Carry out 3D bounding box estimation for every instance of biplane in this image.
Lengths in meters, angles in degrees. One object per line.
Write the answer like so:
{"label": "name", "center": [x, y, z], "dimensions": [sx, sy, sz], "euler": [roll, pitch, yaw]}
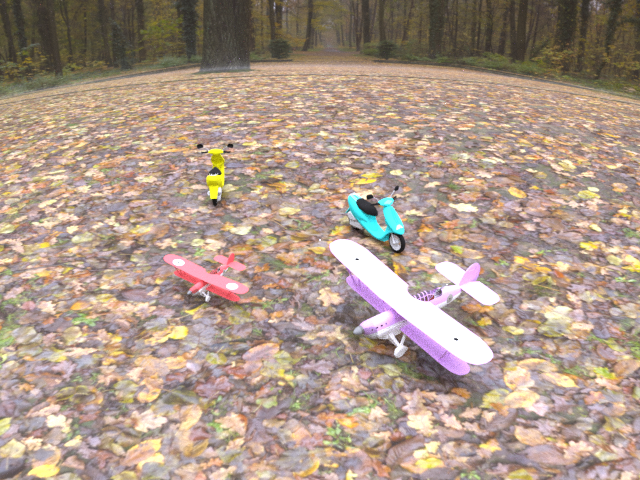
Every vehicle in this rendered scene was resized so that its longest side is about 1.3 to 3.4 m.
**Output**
{"label": "biplane", "center": [1.252, 0.822, 8.593], "dimensions": [2.120, 0.981, 2.598], "euler": [-19, 33, -33]}
{"label": "biplane", "center": [-1.482, 0.520, 9.710], "dimensions": [1.336, 0.504, 1.090], "euler": [14, 30, 25]}

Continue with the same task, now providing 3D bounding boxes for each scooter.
{"label": "scooter", "center": [0.876, -0.418, 11.091], "dimensions": [0.662, 0.919, 1.399], "euler": [-19, 33, -32]}
{"label": "scooter", "center": [-1.891, -1.256, 12.734], "dimensions": [0.662, 0.919, 1.399], "euler": [-1, 27, -3]}
